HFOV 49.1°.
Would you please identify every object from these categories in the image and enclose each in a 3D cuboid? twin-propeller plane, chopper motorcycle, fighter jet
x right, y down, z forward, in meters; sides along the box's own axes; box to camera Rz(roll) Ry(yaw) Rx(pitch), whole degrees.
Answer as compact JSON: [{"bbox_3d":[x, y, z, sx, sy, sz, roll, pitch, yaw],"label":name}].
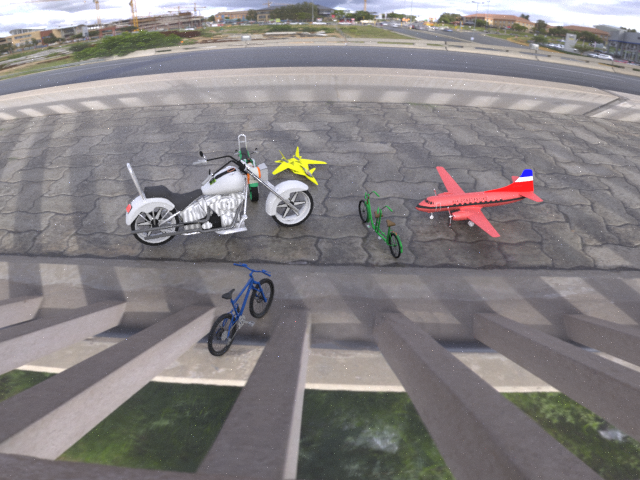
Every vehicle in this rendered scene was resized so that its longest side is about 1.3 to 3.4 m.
[{"bbox_3d":[2.663,-0.775,11.956,2.129,0.792,2.663,-6,31,-10],"label":"twin-propeller plane"},{"bbox_3d":[-1.574,-0.719,11.183,3.040,1.480,0.906,-10,32,-17],"label":"chopper motorcycle"},{"bbox_3d":[-1.329,-1.339,12.943,0.466,0.761,1.563,-7,31,-12],"label":"chopper motorcycle"},{"bbox_3d":[-0.344,-1.411,13.534,1.147,0.286,1.358,-14,33,-23],"label":"fighter jet"}]

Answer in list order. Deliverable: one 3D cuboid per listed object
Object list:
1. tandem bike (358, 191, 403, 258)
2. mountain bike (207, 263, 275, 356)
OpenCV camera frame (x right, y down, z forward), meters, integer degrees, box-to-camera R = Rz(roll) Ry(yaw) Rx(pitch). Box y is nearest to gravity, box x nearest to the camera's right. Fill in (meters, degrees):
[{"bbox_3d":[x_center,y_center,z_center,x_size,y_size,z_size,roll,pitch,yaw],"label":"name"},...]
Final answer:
[{"bbox_3d":[0.956,-0.308,11.270,0.283,0.682,1.642,-11,32,-18],"label":"tandem bike"},{"bbox_3d":[-1.007,0.862,9.099,0.573,0.868,1.469,16,34,25],"label":"mountain bike"}]
